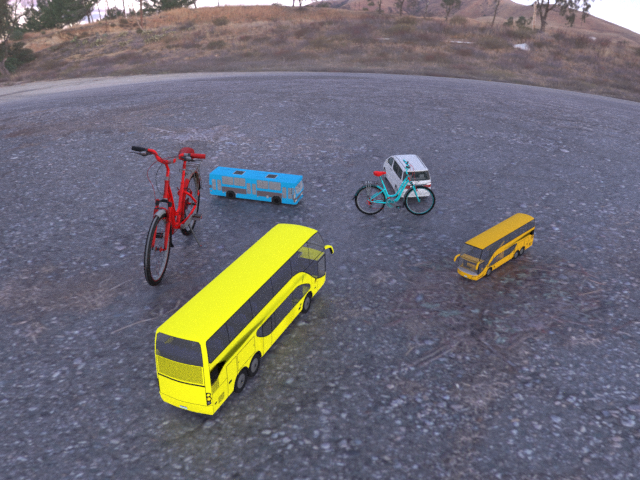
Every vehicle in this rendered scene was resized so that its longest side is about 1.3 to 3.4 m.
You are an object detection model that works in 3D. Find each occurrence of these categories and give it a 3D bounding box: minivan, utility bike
[{"bbox_3d":[1.613,-1.275,13.125,0.681,0.616,1.548,-3,26,-7],"label":"minivan"},{"bbox_3d":[-2.060,-0.601,10.355,1.039,1.839,2.791,3,26,5],"label":"utility bike"},{"bbox_3d":[1.260,-0.887,11.955,1.435,0.946,0.535,1,26,2],"label":"utility bike"}]

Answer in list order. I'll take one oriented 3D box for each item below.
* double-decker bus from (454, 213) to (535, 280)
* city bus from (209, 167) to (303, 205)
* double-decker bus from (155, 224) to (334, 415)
[{"bbox_3d":[2.628,0.097,10.403,0.389,0.541,1.672,23,34,39],"label":"double-decker bus"},{"bbox_3d":[-1.155,-0.971,12.679,1.674,0.460,0.476,8,27,15],"label":"city bus"},{"bbox_3d":[-0.791,0.770,8.446,0.756,1.052,3.251,11,28,21],"label":"double-decker bus"}]
